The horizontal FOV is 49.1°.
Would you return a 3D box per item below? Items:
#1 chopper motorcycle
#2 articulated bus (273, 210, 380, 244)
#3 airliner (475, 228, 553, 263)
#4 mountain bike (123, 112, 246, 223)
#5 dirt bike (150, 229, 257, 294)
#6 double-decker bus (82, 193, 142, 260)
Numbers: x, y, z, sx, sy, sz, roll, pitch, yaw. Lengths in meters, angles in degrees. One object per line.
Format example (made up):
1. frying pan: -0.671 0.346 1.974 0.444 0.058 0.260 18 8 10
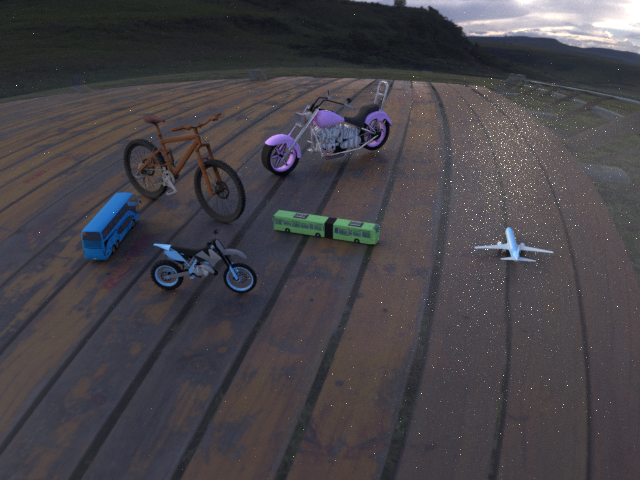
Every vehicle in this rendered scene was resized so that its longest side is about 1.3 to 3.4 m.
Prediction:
1. chopper motorcycle: 0.188 -2.256 13.987 3.040 1.480 0.906 -17 31 -30
2. articulated bus: 0.085 -0.209 11.248 1.749 0.289 0.311 9 28 17
3. airliner: 2.951 -0.001 10.680 1.161 0.429 1.307 3 27 7
4. mountain bike: -2.381 -1.298 11.856 2.857 1.688 1.114 18 32 31
5. dirt bike: -1.602 0.330 9.548 1.493 0.857 0.527 3 27 5
6. double-decker bus: -3.273 -0.257 11.063 0.389 0.541 1.672 2 27 5
